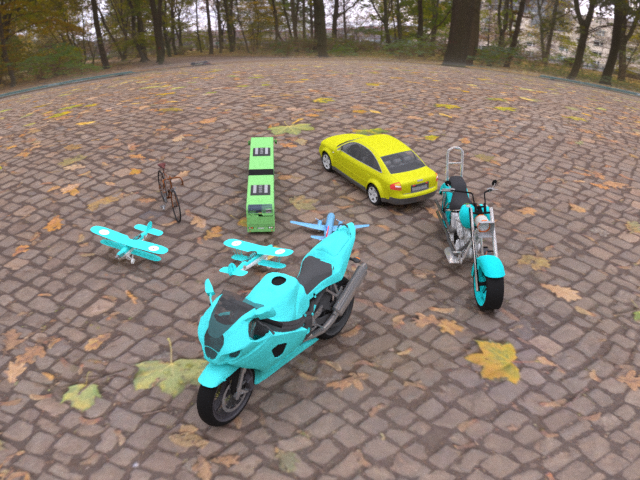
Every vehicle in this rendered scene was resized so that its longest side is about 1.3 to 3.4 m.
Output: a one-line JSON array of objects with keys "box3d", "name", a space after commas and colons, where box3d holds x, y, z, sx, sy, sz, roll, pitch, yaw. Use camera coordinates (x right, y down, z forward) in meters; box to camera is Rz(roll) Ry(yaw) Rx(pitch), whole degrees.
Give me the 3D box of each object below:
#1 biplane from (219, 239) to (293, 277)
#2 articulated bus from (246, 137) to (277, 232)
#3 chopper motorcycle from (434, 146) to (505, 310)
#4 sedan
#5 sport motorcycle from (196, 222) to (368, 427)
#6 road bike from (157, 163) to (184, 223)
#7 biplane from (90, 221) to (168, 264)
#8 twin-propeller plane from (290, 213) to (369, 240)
[{"box3d": [-1.065, 0.303, 10.825, 1.336, 0.504, 1.090, 19, 34, 30], "name": "biplane"}, {"box3d": [-1.109, -1.139, 13.365, 0.605, 0.561, 3.401, -2, 29, -3], "name": "articulated bus"}, {"box3d": [2.328, -0.253, 10.821, 0.906, 1.480, 3.040, -2, 29, -3], "name": "chopper motorcycle"}, {"box3d": [1.065, -1.582, 13.774, 1.235, 0.940, 3.137, -15, 32, -25], "name": "sedan"}, {"box3d": [-0.443, 0.965, 8.505, 0.983, 1.596, 2.955, 19, 34, 31], "name": "sport motorcycle"}, {"box3d": [-2.746, -0.914, 12.661, 0.358, 0.852, 1.545, -13, 32, -22], "name": "road bike"}, {"box3d": [-2.971, 0.046, 11.287, 1.336, 0.504, 1.090, 9, 30, 16], "name": "biplane"}, {"box3d": [0.155, -0.263, 11.945, 1.370, 0.407, 1.095, 3, 29, 5], "name": "twin-propeller plane"}]
